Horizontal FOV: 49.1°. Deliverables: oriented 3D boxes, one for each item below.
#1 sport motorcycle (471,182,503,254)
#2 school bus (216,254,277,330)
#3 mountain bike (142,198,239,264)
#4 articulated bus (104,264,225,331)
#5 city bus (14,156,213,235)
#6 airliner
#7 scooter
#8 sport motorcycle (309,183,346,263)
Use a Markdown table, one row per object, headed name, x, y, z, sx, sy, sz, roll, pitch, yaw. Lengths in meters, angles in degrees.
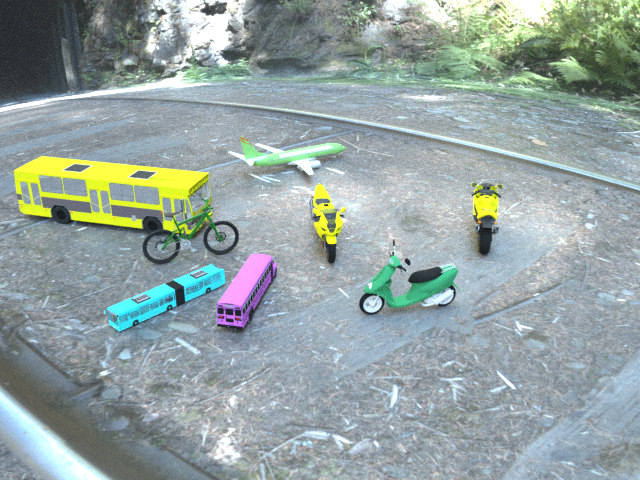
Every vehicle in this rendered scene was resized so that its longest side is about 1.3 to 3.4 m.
| name | x | y | z | sx | sy | sz | roll | pitch | yaw |
| --- | --- | --- | --- | --- | --- | --- | --- | --- | --- |
| sport motorcycle | 2.644 | -0.384 | 11.188 | 0.506 | 0.821 | 1.520 | 5 | 26 | 9 |
| school bus | -0.953 | 0.632 | 9.512 | 0.365 | 0.434 | 1.708 | 5 | 26 | 11 |
| mountain bike | -1.944 | -0.105 | 10.551 | 1.469 | 0.868 | 0.573 | -9 | 27 | -18 |
| articulated bus | -2.038 | 0.752 | 9.430 | 0.311 | 0.289 | 1.749 | 23 | 34 | 39 |
| city bus | -3.487 | -0.741 | 11.849 | 3.255 | 0.894 | 0.926 | 7 | 26 | 14 |
| airliner | -0.525 | -1.898 | 14.339 | 2.541 | 0.835 | 2.257 | -15 | 30 | -29 |
| scooter | 1.197 | 0.518 | 9.189 | 1.399 | 0.919 | 0.662 | -5 | 26 | -11 |
| sport motorcycle | 0.091 | -0.279 | 10.969 | 0.506 | 0.821 | 1.520 | -3 | 26 | -7 |
